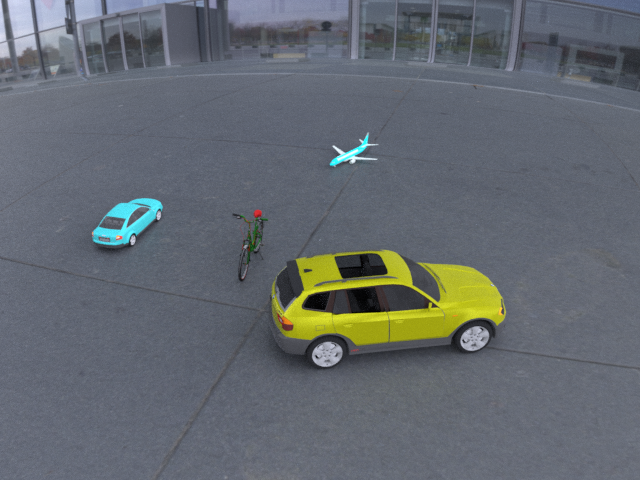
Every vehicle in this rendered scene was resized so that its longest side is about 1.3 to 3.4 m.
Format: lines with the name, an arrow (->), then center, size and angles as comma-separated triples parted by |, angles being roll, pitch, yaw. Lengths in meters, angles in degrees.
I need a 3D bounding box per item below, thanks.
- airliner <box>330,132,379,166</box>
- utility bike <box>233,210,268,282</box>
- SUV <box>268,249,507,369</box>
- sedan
airliner -> 0.624, -1.855, 14.453 | 1.161, 0.429, 1.307 | 22, 36, 35
utility bike -> -0.991, -0.037, 10.615 | 0.535, 0.946, 1.435 | 5, 29, 8
SUV -> 0.862, 0.753, 8.991 | 3.058, 1.128, 1.276 | -5, 29, -8
sedan -> -3.188, -0.365, 11.691 | 0.635, 0.483, 1.613 | 8, 30, 14
